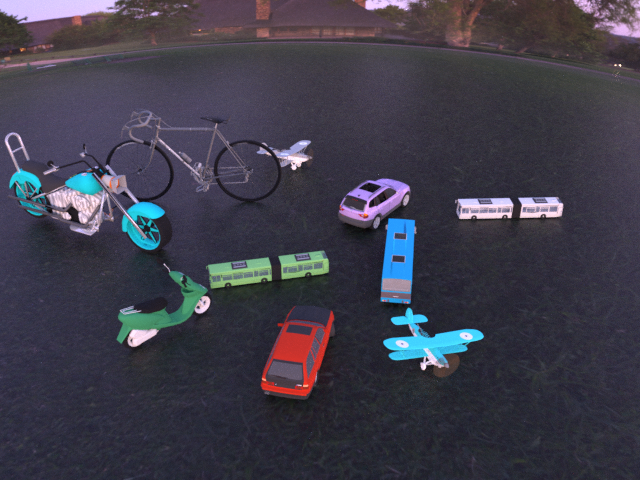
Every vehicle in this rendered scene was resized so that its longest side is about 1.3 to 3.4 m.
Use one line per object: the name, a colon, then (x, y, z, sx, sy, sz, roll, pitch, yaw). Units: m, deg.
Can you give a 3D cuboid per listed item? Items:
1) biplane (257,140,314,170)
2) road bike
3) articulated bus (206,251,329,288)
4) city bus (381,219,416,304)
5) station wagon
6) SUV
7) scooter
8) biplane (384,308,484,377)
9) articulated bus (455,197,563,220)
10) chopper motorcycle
biplane: (-0.648, -1.641, 13.373, 1.090, 0.504, 1.336, 12, 33, 18)
road bike: (-2.155, -1.386, 11.830, 3.004, 1.656, 0.696, 0, 31, 0)
articulated bus: (-0.749, 0.424, 10.143, 1.749, 0.289, 0.311, -7, 32, -11)
city bus: (1.145, 0.296, 10.190, 0.476, 0.460, 1.674, 4, 31, 7)
station wagon: (-0.239, 1.259, 8.573, 0.682, 0.473, 1.597, 6, 32, 11)
SUV: (0.934, -0.705, 11.740, 0.656, 0.580, 1.572, 20, 36, 30)
scooter: (-1.977, 0.793, 8.917, 1.399, 0.919, 0.662, -26, 40, -36)
biplane: (1.315, 1.233, 8.587, 1.336, 0.504, 1.090, -11, 33, -18)
articulated bus: (3.165, -0.535, 11.741, 1.749, 0.289, 0.311, -1, 31, -2)
chopper motorcycle: (-3.671, -0.748, 10.939, 3.040, 1.480, 0.906, 14, 34, 22)
